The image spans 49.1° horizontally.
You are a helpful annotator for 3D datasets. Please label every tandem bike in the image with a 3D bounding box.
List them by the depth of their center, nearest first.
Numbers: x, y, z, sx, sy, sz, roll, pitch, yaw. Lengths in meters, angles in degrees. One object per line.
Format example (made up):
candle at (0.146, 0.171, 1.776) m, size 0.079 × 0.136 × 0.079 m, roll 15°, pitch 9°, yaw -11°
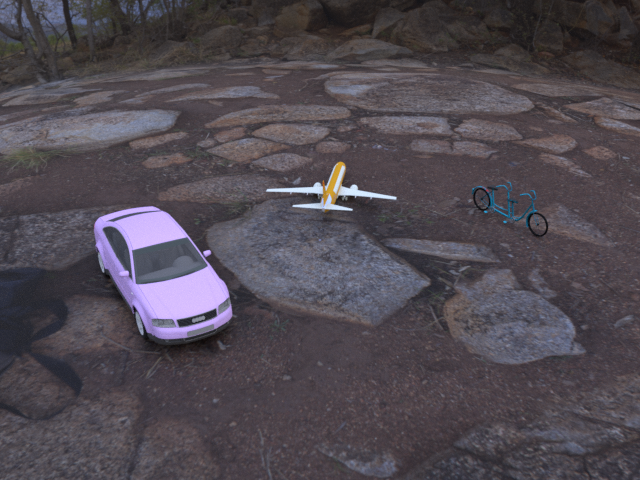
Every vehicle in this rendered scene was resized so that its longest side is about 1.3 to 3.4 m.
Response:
tandem bike at (3.100, -0.602, 11.478) m, size 0.283 × 0.682 × 1.642 m, roll -17°, pitch 32°, yaw -30°

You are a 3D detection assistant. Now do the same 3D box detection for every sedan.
sedan at (-2.193, 0.296, 9.458) m, size 1.235 × 0.940 × 3.137 m, roll -15°, pitch 31°, yaw -26°

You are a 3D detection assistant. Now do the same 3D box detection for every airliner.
airliner at (0.229, -1.084, 12.244) m, size 2.257 × 0.835 × 2.541 m, roll 4°, pitch 28°, yaw 8°
